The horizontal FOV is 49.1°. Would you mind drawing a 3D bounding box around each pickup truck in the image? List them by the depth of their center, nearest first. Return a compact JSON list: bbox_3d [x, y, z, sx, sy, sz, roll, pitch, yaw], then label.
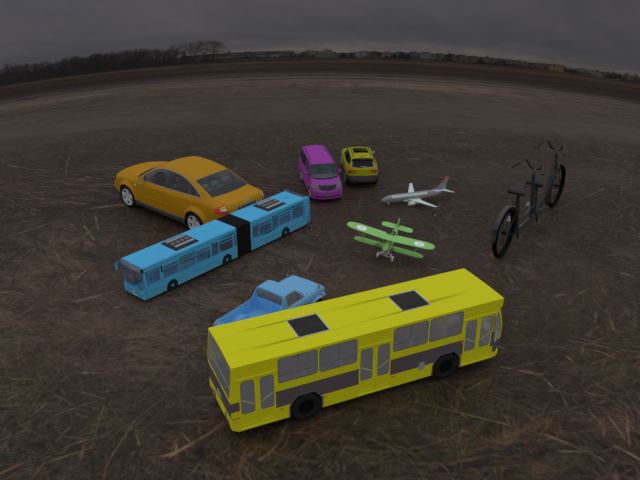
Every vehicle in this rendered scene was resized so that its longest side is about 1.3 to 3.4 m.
[{"bbox_3d":[-0.606,0.846,8.876,0.640,0.511,1.603,18,31,33],"label":"pickup truck"}]

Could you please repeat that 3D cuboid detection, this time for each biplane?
[{"bbox_3d":[1.102,-0.008,10.638,1.336,0.504,1.090,8,27,16],"label":"biplane"}]

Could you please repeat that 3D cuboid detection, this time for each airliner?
[{"bbox_3d":[1.713,-0.884,12.524,1.307,0.429,1.161,-7,27,-14],"label":"airliner"}]

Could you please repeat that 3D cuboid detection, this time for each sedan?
[{"bbox_3d":[-2.321,-0.928,12.030,3.137,0.940,1.235,20,32,35],"label":"sedan"}]

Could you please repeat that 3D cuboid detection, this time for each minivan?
[{"bbox_3d":[-0.001,-1.270,13.104,0.681,0.616,1.548,-5,26,-10],"label":"minivan"}]

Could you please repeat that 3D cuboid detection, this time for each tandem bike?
[{"bbox_3d":[3.422,-0.756,11.237,0.550,1.326,3.192,17,31,32],"label":"tandem bike"}]

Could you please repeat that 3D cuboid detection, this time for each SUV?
[{"bbox_3d":[0.768,-1.558,13.735,0.656,0.580,1.572,-1,26,-2],"label":"SUV"}]

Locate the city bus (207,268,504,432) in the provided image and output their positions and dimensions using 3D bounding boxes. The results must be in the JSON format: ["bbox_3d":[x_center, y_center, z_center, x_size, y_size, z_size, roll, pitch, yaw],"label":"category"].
[{"bbox_3d":[0.444,1.180,7.751,3.255,0.894,0.926,-11,28,-22],"label":"city bus"}]

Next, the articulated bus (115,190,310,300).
[{"bbox_3d":[-1.453,-0.006,10.568,0.605,0.561,3.401,21,33,36],"label":"articulated bus"}]
